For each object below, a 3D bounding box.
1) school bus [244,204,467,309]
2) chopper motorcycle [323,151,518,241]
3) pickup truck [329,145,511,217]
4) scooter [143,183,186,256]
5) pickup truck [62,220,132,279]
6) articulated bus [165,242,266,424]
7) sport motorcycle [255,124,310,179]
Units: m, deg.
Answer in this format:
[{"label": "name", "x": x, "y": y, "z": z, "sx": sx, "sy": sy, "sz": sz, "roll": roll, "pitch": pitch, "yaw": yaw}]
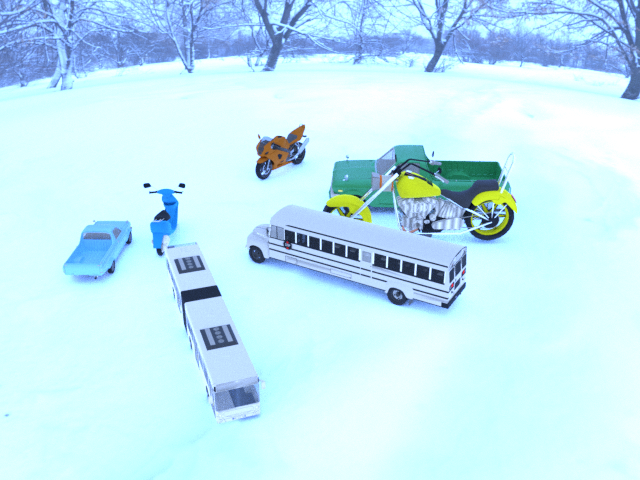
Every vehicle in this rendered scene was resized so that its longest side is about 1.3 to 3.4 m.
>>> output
[{"label": "school bus", "x": 0.392, "y": 0.161, "z": 9.912, "sx": 3.322, "sy": 0.844, "sz": 0.709, "roll": 15, "pitch": 30, "yaw": 27}, {"label": "chopper motorcycle", "x": 1.544, "y": -0.643, "z": 10.815, "sx": 3.040, "sy": 1.480, "sz": 0.906, "roll": 0, "pitch": 26, "yaw": 0}, {"label": "pickup truck", "x": 1.710, "y": -1.092, "z": 12.265, "sx": 3.117, "sy": 0.993, "sz": 1.244, "roll": 1, "pitch": 26, "yaw": 3}, {"label": "scooter", "x": -2.427, "y": -0.402, "z": 10.960, "sx": 0.662, "sy": 0.919, "sz": 1.399, "roll": 0, "pitch": 26, "yaw": 0}, {"label": "pickup truck", "x": -3.299, "y": 0.072, "z": 10.465, "sx": 0.640, "sy": 0.511, "sz": 1.603, "roll": 1, "pitch": 26, "yaw": 1}, {"label": "articulated bus", "x": -1.405, "y": 0.971, "z": 8.600, "sx": 0.605, "sy": 0.561, "sz": 3.401, "roll": -9, "pitch": 28, "yaw": -18}, {"label": "sport motorcycle", "x": -0.762, "y": -1.748, "z": 13.779, "sx": 0.506, "sy": 0.821, "sz": 1.520, "roll": 18, "pitch": 32, "yaw": 32}]
